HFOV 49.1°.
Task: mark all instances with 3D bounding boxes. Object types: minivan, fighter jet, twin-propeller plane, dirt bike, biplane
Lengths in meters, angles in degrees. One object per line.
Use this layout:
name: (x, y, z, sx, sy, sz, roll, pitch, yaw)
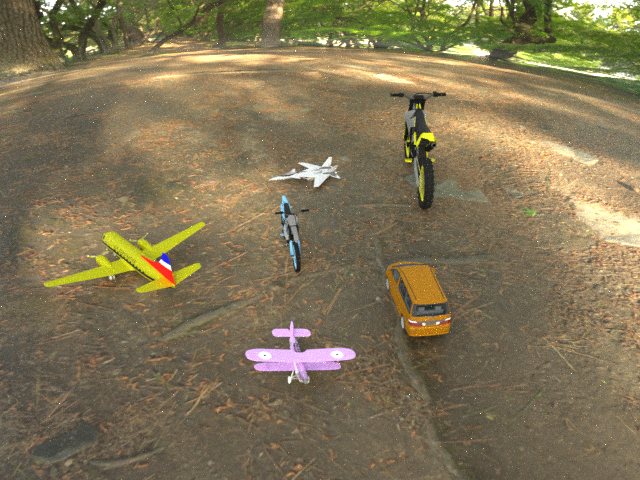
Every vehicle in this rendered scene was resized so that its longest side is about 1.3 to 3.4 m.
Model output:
minivan: (1.336, 0.701, 9.714, 0.681, 0.616, 1.548, -4, 31, -7)
fighter jet: (-0.336, -1.314, 13.471, 1.358, 0.286, 1.147, -9, 32, -14)
twin-propeller plane: (-2.730, 0.201, 10.393, 2.663, 0.792, 2.129, -25, 38, -36)
dirt bike: (1.815, -1.829, 12.986, 1.024, 1.666, 2.903, -1, 30, -1)
biplane: (-0.256, 1.414, 8.611, 1.336, 0.504, 1.090, -6, 31, -10)
dirt bike: (-0.455, -0.159, 10.942, 0.527, 0.857, 1.493, -6, 31, -10)
